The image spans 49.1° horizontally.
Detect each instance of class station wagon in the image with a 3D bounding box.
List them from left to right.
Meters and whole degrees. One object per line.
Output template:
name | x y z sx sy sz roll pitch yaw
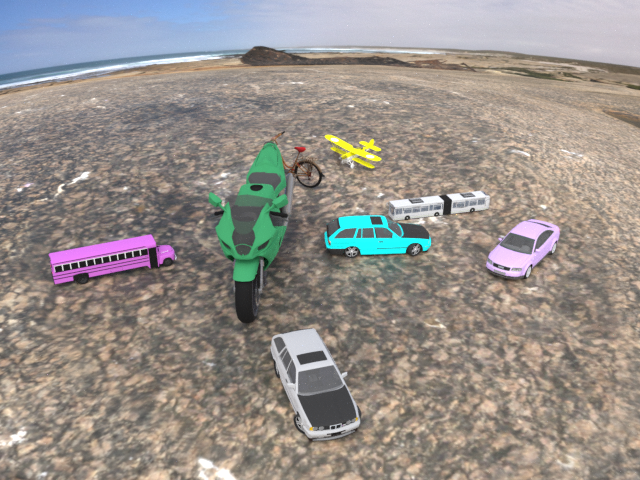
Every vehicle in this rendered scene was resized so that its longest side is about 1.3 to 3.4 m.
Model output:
station wagon | -0.077 1.464 7.483 0.682 0.473 1.597 -8 28 -15
station wagon | 0.875 -0.088 10.543 1.597 0.473 0.682 -2 27 -3

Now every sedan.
sedan | 2.978 0.075 10.211 0.635 0.483 1.613 19 33 33

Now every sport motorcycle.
sport motorcycle | -0.829 -0.193 9.509 0.983 1.596 2.955 2 27 3

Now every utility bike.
utility bike | -0.594 -1.417 12.641 1.435 0.946 0.535 11 29 21

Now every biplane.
biplane | 0.735 -1.712 13.711 1.336 0.504 1.090 21 34 36

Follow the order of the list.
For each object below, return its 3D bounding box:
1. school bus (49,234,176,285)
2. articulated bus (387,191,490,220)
school bus | -2.904 0.260 9.901 1.708 0.434 0.365 -12 29 -22
articulated bus | 1.989 -0.578 11.714 1.749 0.289 0.311 -7 28 -14
